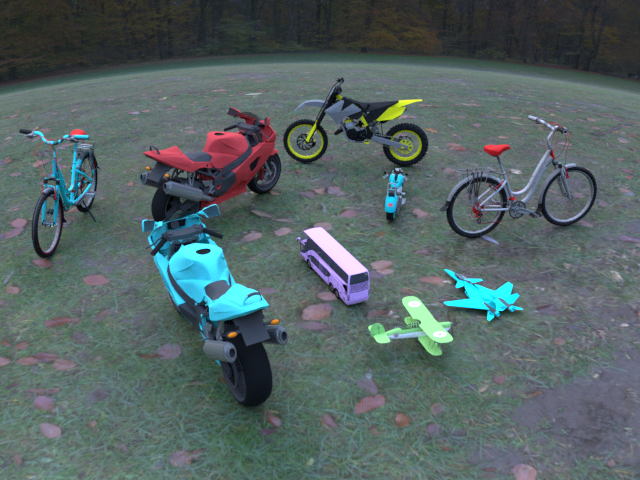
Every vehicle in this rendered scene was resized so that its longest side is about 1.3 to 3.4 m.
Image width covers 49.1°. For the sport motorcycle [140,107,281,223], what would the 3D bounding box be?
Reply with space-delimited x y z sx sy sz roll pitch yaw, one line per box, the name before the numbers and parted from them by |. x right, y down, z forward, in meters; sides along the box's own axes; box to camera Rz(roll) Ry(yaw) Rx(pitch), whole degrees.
sport motorcycle | -1.708 -1.216 11.868 0.983 1.596 2.955 21 34 35

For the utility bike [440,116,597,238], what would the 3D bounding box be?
utility bike | 3.209 -1.013 11.215 2.791 1.839 1.039 -7 28 -13

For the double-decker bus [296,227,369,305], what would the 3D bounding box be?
double-decker bus | 0.172 0.330 10.042 0.389 0.541 1.672 -12 30 -22

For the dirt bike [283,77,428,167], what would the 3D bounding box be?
dirt bike | 0.701 -2.261 13.798 2.903 1.666 1.024 2 28 4

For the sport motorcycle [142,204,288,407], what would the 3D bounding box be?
sport motorcycle | -1.305 0.677 8.232 0.983 1.596 2.955 -15 31 -26

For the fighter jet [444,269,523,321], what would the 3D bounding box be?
fighter jet | 2.149 0.633 9.736 1.147 0.286 1.358 -14 31 -25

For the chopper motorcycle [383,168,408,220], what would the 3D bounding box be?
chopper motorcycle | 1.316 -0.912 12.187 0.466 0.761 1.563 5 28 10

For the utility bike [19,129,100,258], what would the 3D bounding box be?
utility bike | -3.962 -0.990 11.171 1.039 1.839 2.791 1 28 2

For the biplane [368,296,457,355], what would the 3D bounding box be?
biplane | 1.138 1.099 8.604 1.090 0.504 1.336 -6 28 -11
